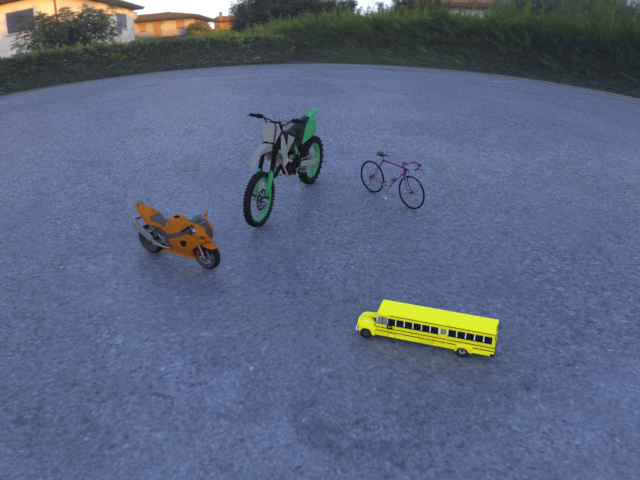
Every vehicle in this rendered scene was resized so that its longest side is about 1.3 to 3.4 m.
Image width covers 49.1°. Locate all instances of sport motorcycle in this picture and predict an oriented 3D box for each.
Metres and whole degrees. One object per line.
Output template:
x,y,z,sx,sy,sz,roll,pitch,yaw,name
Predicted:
-2.105,-0.075,10.303,1.520,0.821,0.506,15,31,26,sport motorcycle

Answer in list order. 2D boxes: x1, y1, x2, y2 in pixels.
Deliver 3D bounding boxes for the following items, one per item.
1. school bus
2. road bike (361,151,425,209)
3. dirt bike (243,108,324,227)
1.287,1.061,8.526,1.708,0.434,0.365,9,29,17,school bus
1.252,-1.089,12.232,0.358,0.852,1.545,-22,34,-36,road bike
-0.564,-1.395,11.938,1.024,1.666,2.903,11,29,21,dirt bike
